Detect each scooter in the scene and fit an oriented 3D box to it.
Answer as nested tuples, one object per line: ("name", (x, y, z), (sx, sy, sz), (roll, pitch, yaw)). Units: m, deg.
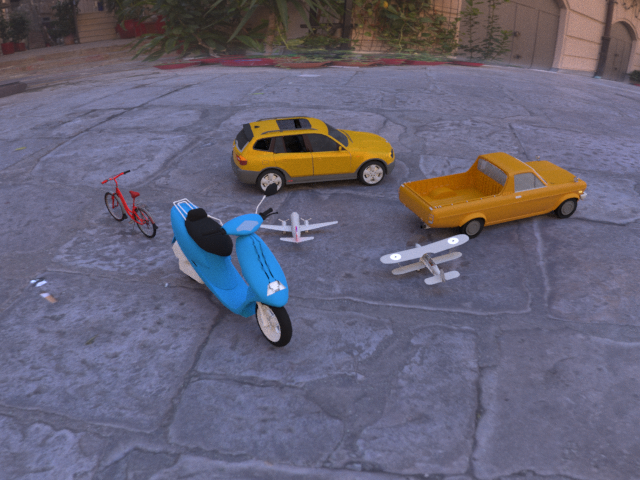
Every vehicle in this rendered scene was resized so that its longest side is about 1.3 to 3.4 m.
("scooter", (-1.226, 0.131, 9.074), (1.288, 1.786, 2.721), (-22, 36, -34))

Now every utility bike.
("utility bike", (-3.099, -0.561, 11.181), (1.435, 0.946, 0.535), (24, 37, 36))

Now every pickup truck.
("pickup truck", (2.898, -0.848, 11.648), (3.117, 0.993, 1.244), (-11, 31, -19))

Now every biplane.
("biplane", (1.554, 0.329, 10.036), (1.336, 0.504, 1.090), (-7, 30, -13))

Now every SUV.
("SUV", (-0.124, -1.668, 12.981), (3.058, 1.128, 1.276), (-6, 30, -10))

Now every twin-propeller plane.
("twin-propeller plane", (-0.389, -0.245, 11.166), (1.370, 0.407, 1.095), (-2, 29, -4))
